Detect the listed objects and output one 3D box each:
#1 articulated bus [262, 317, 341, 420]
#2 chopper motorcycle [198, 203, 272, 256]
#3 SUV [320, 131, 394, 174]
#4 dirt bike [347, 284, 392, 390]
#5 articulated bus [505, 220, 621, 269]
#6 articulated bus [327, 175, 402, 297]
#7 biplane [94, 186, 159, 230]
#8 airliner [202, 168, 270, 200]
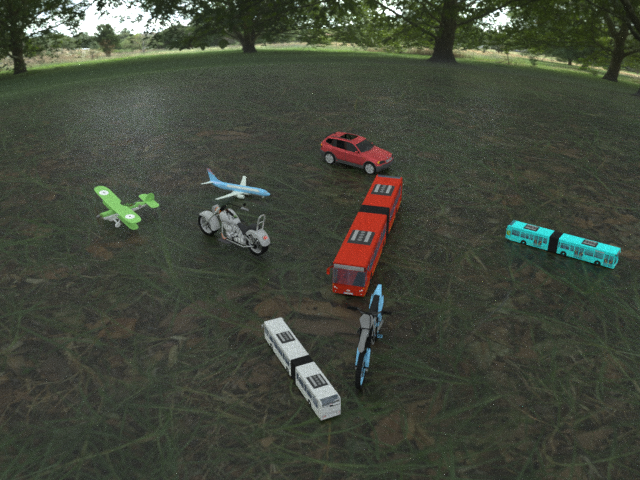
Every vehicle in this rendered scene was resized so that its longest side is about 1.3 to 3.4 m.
[{"bbox_3d":[-0.247,1.491,8.371,0.311,0.289,1.749,-12,30,-22],"label":"articulated bus"},{"bbox_3d":[-1.401,-0.259,11.169,1.563,0.761,0.466,22,35,35],"label":"chopper motorcycle"},{"bbox_3d":[0.742,-1.813,14.294,1.572,0.580,0.656,18,33,30],"label":"SUV"},{"bbox_3d":[0.615,1.104,8.494,0.527,0.857,1.493,7,29,12],"label":"dirt bike"},{"bbox_3d":[3.824,0.058,11.075,1.749,0.289,0.311,18,33,30],"label":"articulated bus"},{"bbox_3d":[0.819,-0.179,11.232,0.605,0.561,3.401,7,29,13],"label":"articulated bus"},{"bbox_3d":[-3.297,-0.530,11.955,1.090,0.504,1.336,-23,35,-36],"label":"biplane"},{"bbox_3d":[-1.527,-1.047,13.010,1.307,0.429,1.161,10,30,18],"label":"airliner"}]
